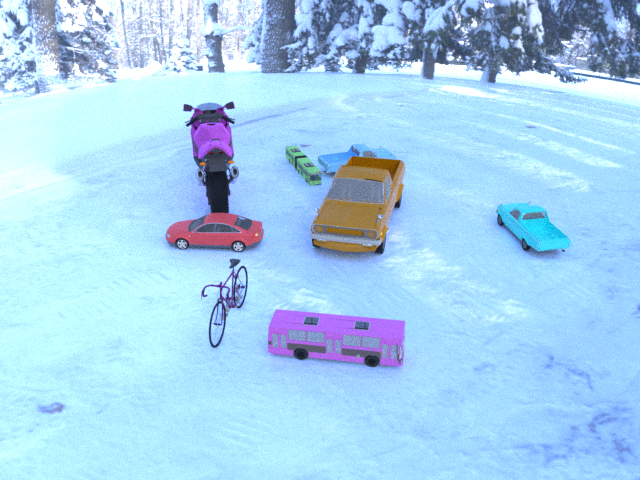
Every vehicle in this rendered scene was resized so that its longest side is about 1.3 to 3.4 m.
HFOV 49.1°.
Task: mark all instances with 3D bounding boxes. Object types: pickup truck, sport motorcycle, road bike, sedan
[{"bbox_3d":[0.733,-0.785,12.118,1.244,0.993,3.117,6,27,12],"label":"pickup truck"},{"bbox_3d":[-1.971,-1.560,12.990,0.983,1.596,2.955,-5,27,-10],"label":"sport motorcycle"},{"bbox_3d":[3.514,-0.268,11.625,0.640,0.511,1.603,-5,27,-10],"label":"pickup truck"},{"bbox_3d":[-1.197,0.746,9.225,0.358,0.852,1.545,5,27,11],"label":"road bike"},{"bbox_3d":[0.777,-1.684,14.447,1.603,0.511,0.640,-10,28,-18],"label":"pickup truck"},{"bbox_3d":[-1.729,-0.165,11.451,1.613,0.483,0.635,2,27,5],"label":"sedan"}]

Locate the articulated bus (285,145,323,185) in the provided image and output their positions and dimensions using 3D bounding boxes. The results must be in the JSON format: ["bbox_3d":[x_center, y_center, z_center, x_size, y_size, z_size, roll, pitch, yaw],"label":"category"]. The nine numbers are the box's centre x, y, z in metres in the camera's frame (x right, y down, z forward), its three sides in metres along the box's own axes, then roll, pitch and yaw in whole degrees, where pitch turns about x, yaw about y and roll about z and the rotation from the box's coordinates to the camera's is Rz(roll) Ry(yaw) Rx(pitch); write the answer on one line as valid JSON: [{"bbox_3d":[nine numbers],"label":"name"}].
[{"bbox_3d":[-0.356,-1.562,14.451,0.311,0.289,1.749,-9,28,-17],"label":"articulated bus"}]

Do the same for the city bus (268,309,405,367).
[{"bbox_3d":[0.211,1.229,8.700,1.674,0.460,0.476,4,27,8],"label":"city bus"}]
